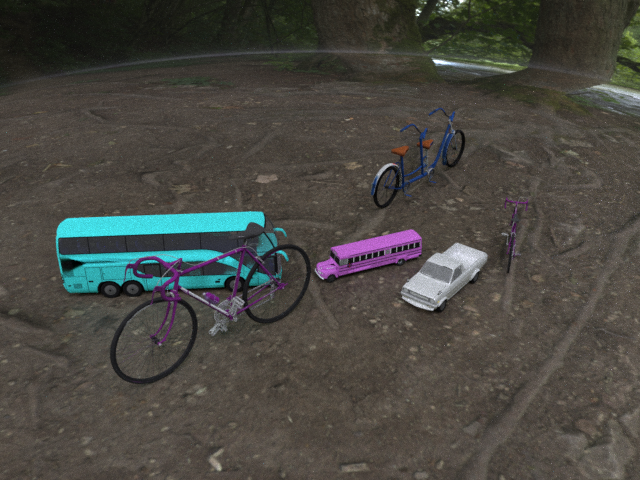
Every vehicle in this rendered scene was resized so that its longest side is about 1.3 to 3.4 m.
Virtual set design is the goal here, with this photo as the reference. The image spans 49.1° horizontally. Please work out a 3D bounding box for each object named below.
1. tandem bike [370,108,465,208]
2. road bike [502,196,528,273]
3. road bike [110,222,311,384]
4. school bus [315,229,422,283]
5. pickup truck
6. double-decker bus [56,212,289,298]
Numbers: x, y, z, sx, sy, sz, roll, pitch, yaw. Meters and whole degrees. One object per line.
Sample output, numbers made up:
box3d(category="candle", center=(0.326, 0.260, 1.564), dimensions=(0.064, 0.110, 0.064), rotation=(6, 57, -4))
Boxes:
box3d(category="tandem bike", center=(1.916, -1.611, 13.101), dimensions=(0.550, 1.326, 3.192), rotation=(23, 37, 34))
box3d(category="road bike", center=(3.022, -0.127, 10.963), dimensions=(0.358, 0.852, 1.545), rotation=(8, 30, 13))
box3d(category="road bike", center=(-1.259, 0.679, 8.728), dimensions=(3.004, 1.656, 0.697), rotation=(-23, 37, -35))
box3d(category="school bus", center=(0.746, 0.235, 10.749), dimensions=(1.708, 0.434, 0.365), rotation=(-12, 32, -21))
box3d(category="pickup truck", center=(1.843, 0.477, 10.244), dimensions=(0.640, 0.511, 1.603), rotation=(22, 36, 33))
box3d(category="double-decker bus", center=(-2.097, 0.188, 10.206), dimensions=(3.251, 1.052, 0.756), rotation=(-2, 30, -4))
